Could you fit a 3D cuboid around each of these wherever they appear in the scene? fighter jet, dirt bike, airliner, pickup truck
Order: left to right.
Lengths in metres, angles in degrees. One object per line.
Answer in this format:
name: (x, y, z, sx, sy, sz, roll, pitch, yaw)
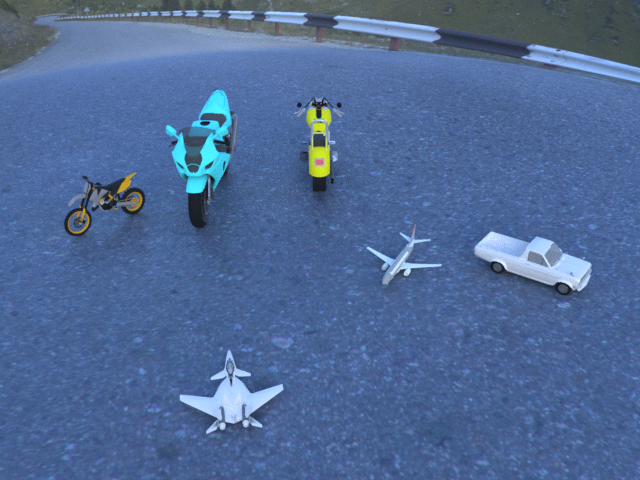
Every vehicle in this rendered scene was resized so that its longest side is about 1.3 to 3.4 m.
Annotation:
dirt bike: (-3.458, -0.630, 11.247, 0.527, 0.857, 1.493, 24, 37, 36)
fighter jet: (-1.001, 1.589, 7.880, 1.147, 0.286, 1.358, -4, 30, -8)
airliner: (1.167, 0.219, 10.172, 1.161, 0.429, 1.307, 14, 32, 23)
pickup truck: (3.042, 0.253, 10.028, 1.603, 0.511, 0.640, 20, 35, 31)

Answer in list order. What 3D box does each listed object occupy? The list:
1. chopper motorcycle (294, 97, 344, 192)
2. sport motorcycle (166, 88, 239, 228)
chopper motorcycle: (-0.014, -2.014, 13.074, 0.906, 1.480, 3.040, 0, 29, 0)
sport motorcycle: (-1.904, -1.459, 11.967, 0.983, 1.596, 2.955, 1, 29, 2)
